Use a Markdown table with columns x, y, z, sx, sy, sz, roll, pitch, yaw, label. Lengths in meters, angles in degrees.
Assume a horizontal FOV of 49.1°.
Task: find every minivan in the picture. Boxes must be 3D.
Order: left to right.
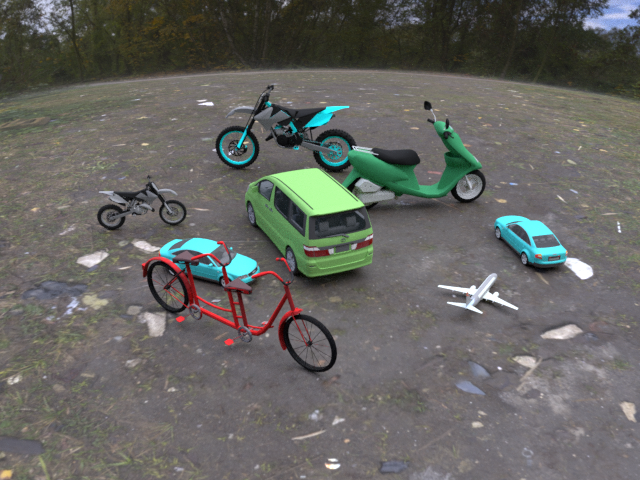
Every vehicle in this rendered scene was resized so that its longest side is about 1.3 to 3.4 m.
| x | y | z | sx | sy | sz | roll | pitch | yaw | label |
| --- | --- | --- | --- | --- | --- | --- | --- | --- | --- |
| -0.276 | -0.485 | 11.243 | 1.324 | 1.197 | 3.011 | -11 | 29 | -21 | minivan |

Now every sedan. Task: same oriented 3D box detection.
| x | y | z | sx | sy | sz | roll | pitch | yaw | label |
| --- | --- | --- | --- | --- | --- | --- | --- | --- | --- |
| -1.668 | 0.292 | 10.503 | 1.613 | 0.483 | 0.635 | 12 | 29 | 22 | sedan |
| 3.341 | -0.061 | 11.197 | 0.635 | 0.483 | 1.613 | -6 | 28 | -12 | sedan |

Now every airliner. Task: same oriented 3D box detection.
| x | y | z | sx | sy | sz | roll | pitch | yaw | label |
| --- | --- | --- | --- | --- | --- | --- | --- | --- | --- |
| 2.271 | 0.656 | 9.846 | 1.161 | 0.429 | 1.307 | 16 | 31 | 28 | airliner |

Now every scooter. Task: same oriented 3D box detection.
| x | y | z | sx | sy | sz | roll | pitch | yaw | label |
| --- | --- | --- | --- | --- | --- | --- | --- | --- | --- |
| 1.708 | -1.426 | 12.443 | 2.721 | 1.786 | 1.288 | -4 | 27 | -8 | scooter |

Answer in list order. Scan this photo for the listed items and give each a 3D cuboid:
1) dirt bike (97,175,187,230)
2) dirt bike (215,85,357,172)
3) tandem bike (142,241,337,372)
| x | y | z | sx | sy | sz | roll | pitch | yaw | label |
| --- | --- | --- | --- | --- | --- | --- | --- | --- | --- |
| -3.030 | -0.605 | 11.854 | 1.493 | 0.857 | 0.527 | -4 | 27 | -8 | dirt bike |
| -0.694 | -2.177 | 14.054 | 2.903 | 1.666 | 1.024 | 2 | 27 | 4 | dirt bike |
| -1.122 | 0.682 | 8.806 | 3.192 | 1.326 | 0.550 | 17 | 32 | 30 | tandem bike |
